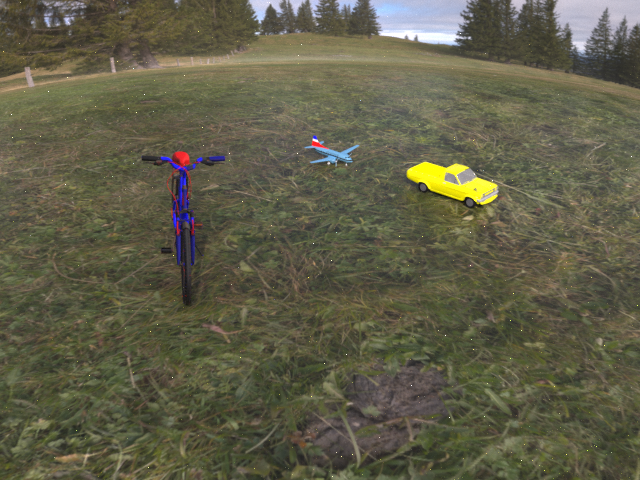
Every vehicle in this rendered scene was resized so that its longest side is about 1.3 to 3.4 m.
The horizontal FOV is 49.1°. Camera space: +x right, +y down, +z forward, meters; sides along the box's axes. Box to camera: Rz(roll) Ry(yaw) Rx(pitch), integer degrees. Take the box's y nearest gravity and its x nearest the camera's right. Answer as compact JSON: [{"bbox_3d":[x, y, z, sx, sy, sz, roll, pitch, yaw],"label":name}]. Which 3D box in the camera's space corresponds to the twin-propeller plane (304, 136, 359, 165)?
[{"bbox_3d":[0.228,-1.739,13.673,1.095,0.407,1.370,24,36,38],"label":"twin-propeller plane"}]

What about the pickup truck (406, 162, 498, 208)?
[{"bbox_3d":[2.295,-1.040,12.195,1.603,0.511,0.640,23,35,38],"label":"pickup truck"}]

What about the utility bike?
[{"bbox_3d":[-1.800,-0.434,9.555,1.039,1.839,2.791,-6,28,-11],"label":"utility bike"}]
